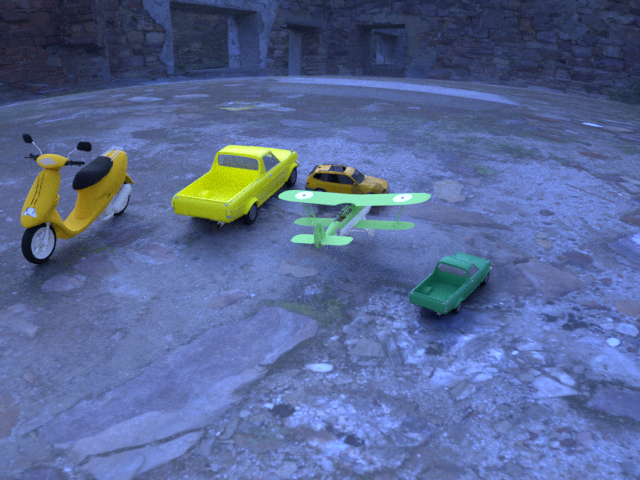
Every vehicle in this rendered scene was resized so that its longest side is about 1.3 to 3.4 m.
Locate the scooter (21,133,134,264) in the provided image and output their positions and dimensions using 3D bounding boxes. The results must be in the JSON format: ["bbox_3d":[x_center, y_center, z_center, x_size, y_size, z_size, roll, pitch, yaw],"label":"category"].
[{"bbox_3d":[-3.915,-0.885,11.296,1.288,1.786,2.721,10,28,19],"label":"scooter"}]

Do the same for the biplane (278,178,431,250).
[{"bbox_3d":[0.358,-0.324,11.064,2.598,0.981,2.120,12,28,23],"label":"biplane"}]

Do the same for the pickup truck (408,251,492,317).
[{"bbox_3d":[1.852,0.551,9.805,0.640,0.511,1.603,17,31,31],"label":"pickup truck"}]

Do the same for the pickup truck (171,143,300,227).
[{"bbox_3d":[-1.434,-1.132,12.709,1.244,0.993,3.117,9,27,18],"label":"pickup truck"}]

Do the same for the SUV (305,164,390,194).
[{"bbox_3d":[0.507,-1.052,13.017,1.572,0.580,0.656,6,27,12],"label":"SUV"}]
